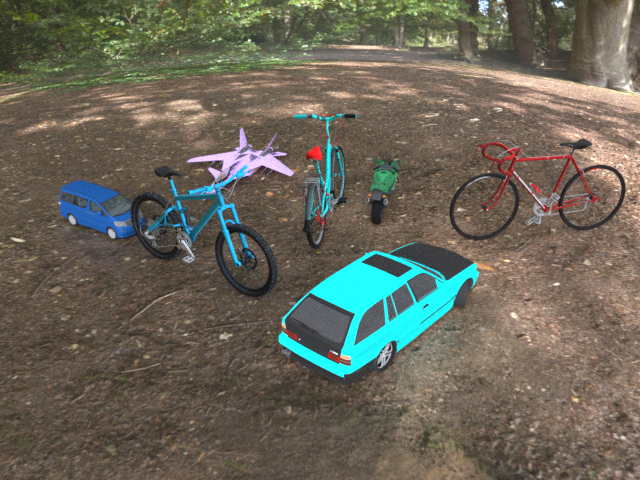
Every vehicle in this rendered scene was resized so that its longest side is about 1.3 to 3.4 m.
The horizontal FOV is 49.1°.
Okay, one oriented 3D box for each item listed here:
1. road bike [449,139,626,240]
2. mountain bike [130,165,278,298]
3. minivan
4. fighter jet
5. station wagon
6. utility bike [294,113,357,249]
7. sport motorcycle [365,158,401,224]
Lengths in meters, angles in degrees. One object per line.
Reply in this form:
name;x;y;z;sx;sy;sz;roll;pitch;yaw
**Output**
road bike;3.508;-0.816;11.091;3.004;1.656;0.697;-5;28;-9
mountain bike;-1.743;-0.220;9.939;2.857;1.688;1.114;19;33;31
minivan;-3.629;-0.518;11.636;1.548;0.616;0.681;16;32;28
fighter jet;-1.644;-1.448;13.443;2.229;0.557;2.640;9;29;17
station wagon;0.886;0.684;9.058;1.327;0.920;3.105;22;35;35
utility bike;0.006;-1.099;11.426;1.039;1.839;2.791;6;29;12
sport motorcycle;1.082;-0.877;12.091;0.506;0.821;1.520;6;29;12
